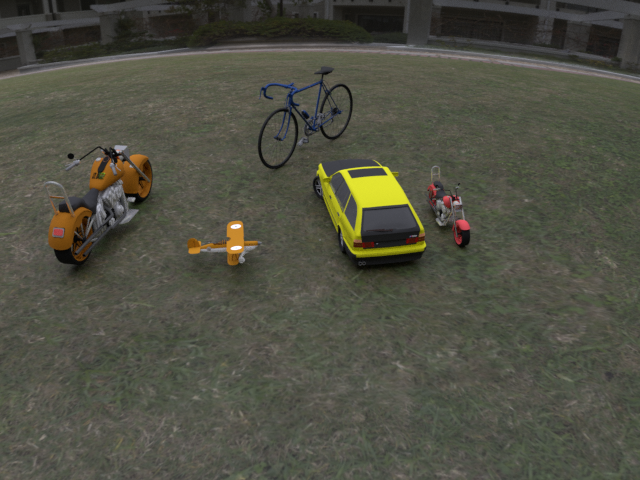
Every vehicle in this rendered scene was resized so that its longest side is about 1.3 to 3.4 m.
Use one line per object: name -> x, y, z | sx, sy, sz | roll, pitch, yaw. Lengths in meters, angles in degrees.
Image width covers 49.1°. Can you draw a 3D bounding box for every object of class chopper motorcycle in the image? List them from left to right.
chopper motorcycle -> -3.345, -0.810, 10.904 | 0.906, 1.480, 3.040 | 5, 30, 9
chopper motorcycle -> 2.055, -0.552, 11.177 | 0.466, 0.761, 1.563 | -6, 31, -10

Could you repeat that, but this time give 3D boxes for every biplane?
biplane -> -1.402, 0.083, 10.334 | 1.090, 0.504, 1.336 | -3, 30, -6

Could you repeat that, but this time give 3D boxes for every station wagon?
station wagon -> 0.732, -0.703, 11.279 | 1.327, 0.920, 3.105 | -5, 30, -9

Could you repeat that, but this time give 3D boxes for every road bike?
road bike -> -0.219, -2.477, 13.616 | 0.697, 1.656, 3.004 | 21, 36, 31
